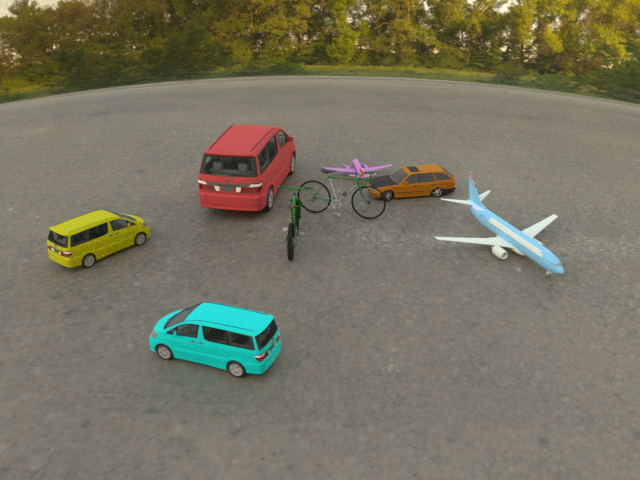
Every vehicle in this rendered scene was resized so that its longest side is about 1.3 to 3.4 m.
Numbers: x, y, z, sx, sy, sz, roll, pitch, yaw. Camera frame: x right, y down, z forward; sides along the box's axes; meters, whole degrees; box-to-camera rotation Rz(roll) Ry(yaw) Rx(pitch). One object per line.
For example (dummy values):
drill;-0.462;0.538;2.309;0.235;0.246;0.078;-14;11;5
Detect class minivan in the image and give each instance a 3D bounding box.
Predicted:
minivan;-1.250;1.097;8.166;1.548;0.616;0.681;9;27;19
minivan;-1.250;-1.474;12.795;1.324;1.197;3.011;5;26;9
minivan;-3.329;-0.098;10.627;0.681;0.616;1.548;19;32;34

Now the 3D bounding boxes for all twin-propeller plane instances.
twin-propeller plane;0.750;-1.425;13.597;1.370;0.407;1.095;-3;26;-6

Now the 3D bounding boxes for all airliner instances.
airliner;2.917;-0.266;10.722;2.257;0.835;2.541;-10;28;-20

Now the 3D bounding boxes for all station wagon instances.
station wagon;1.657;-1.076;12.804;1.597;0.473;0.682;-5;26;-10

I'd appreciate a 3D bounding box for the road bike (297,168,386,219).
road bike;0.356;-0.796;11.793;1.545;0.852;0.358;7;27;14

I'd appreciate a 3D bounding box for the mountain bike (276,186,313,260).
mountain bike;-0.405;-0.315;10.784;0.573;0.868;1.469;1;26;3
